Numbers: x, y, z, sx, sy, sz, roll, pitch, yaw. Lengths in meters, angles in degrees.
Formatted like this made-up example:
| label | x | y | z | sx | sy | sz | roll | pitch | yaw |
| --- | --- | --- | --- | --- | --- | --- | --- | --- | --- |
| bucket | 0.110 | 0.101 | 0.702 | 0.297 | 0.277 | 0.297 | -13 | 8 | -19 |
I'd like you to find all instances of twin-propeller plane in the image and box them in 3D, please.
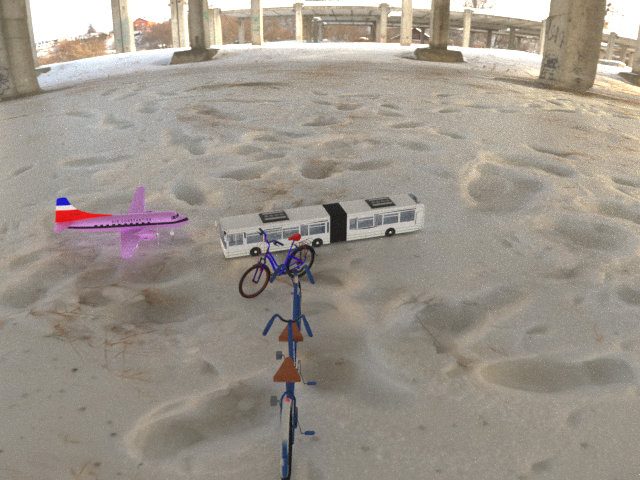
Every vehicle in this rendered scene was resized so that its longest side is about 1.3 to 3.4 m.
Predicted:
| label | x | y | z | sx | sy | sz | roll | pitch | yaw |
| --- | --- | --- | --- | --- | --- | --- | --- | --- | --- |
| twin-propeller plane | -3.220 | -0.384 | 11.407 | 2.129 | 0.792 | 2.663 | -4 | 28 | -7 |

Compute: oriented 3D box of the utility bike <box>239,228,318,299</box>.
| label | x | y | z | sx | sy | sz | roll | pitch | yaw |
| --- | --- | --- | --- | --- | --- | --- | --- | --- | --- |
| utility bike | -0.548 | 0.287 | 9.981 | 1.435 | 0.946 | 0.535 | -22 | 35 | -36 |

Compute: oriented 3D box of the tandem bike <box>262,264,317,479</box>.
| label | x | y | z | sx | sy | sz | roll | pitch | yaw |
| --- | --- | --- | --- | --- | --- | --- | --- | --- | --- |
| tandem bike | -0.316 | 1.233 | 7.795 | 0.550 | 1.326 | 3.192 | 0 | 28 | 1 |

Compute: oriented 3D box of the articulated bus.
| label | x | y | z | sx | sy | sz | roll | pitch | yaw |
| --- | --- | --- | --- | --- | --- | --- | --- | --- | --- |
| articulated bus | 0.044 | -0.254 | 11.407 | 3.401 | 0.561 | 0.605 | -8 | 29 | -15 |
